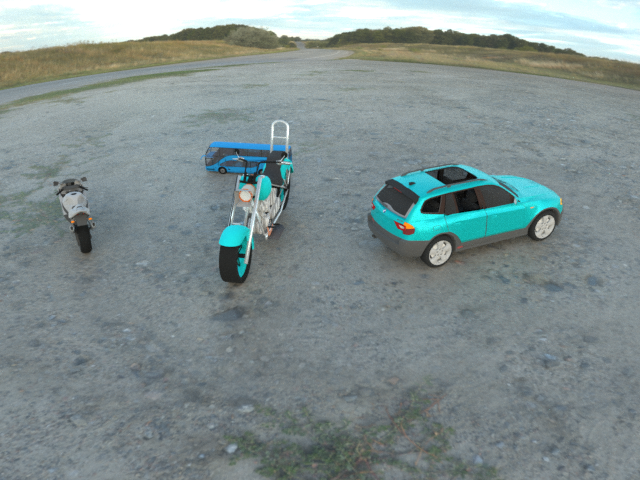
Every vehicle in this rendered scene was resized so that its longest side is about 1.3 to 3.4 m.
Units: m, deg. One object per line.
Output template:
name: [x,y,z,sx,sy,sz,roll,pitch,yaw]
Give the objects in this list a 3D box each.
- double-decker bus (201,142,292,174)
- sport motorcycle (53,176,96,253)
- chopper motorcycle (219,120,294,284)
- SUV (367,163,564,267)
double-decker bus: [-1.349,-1.502,12.951,1.672,0.541,0.389,4,28,8]
sport motorcycle: [-3.644,-0.401,10.507,0.506,0.821,1.520,-12,30,-22]
chopper motorcycle: [-0.905,-0.637,10.246,0.906,1.480,3.040,5,28,10]
SUV: [2.210,-0.528,10.418,3.058,1.128,1.276,-13,30,-23]
